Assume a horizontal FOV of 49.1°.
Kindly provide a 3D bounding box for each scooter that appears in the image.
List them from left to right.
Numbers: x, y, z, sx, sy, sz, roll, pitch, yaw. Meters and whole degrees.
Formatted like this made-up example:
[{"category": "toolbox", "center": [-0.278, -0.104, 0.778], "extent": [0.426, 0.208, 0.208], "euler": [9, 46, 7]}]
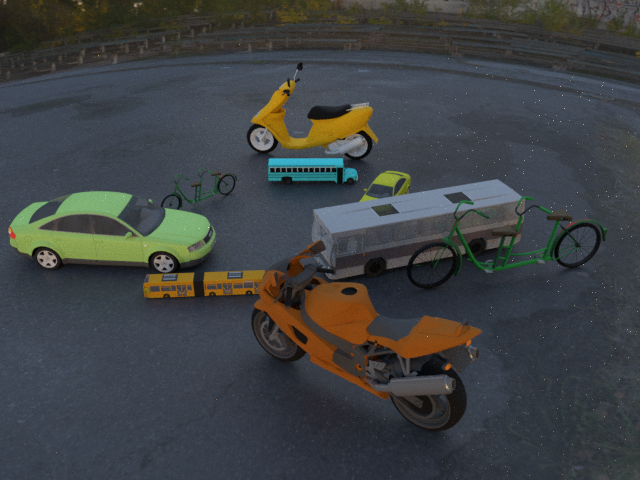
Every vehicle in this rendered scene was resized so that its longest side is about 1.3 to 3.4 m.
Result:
[{"category": "scooter", "center": [-0.177, -2.511, 14.058], "extent": [2.721, 1.786, 1.288], "euler": [5, 30, 8]}]

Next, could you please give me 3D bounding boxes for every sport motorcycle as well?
[{"category": "sport motorcycle", "center": [0.372, 1.093, 7.949], "extent": [2.955, 1.596, 0.983], "euler": [19, 35, 30]}]

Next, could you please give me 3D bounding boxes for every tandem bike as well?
[{"category": "tandem bike", "center": [-2.132, -0.936, 12.417], "extent": [1.642, 0.682, 0.283], "euler": [-25, 38, -37]}, {"category": "tandem bike", "center": [2.781, -0.014, 10.155], "extent": [3.192, 1.326, 0.550], "euler": [-7, 31, -13]}]

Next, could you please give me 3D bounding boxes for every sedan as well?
[{"category": "sedan", "center": [-3.198, -0.194, 10.860], "extent": [3.137, 0.940, 1.235], "euler": [2, 30, 4]}, {"category": "sedan", "center": [1.152, -0.842, 12.452], "extent": [0.635, 0.483, 1.613], "euler": [12, 32, 20]}]

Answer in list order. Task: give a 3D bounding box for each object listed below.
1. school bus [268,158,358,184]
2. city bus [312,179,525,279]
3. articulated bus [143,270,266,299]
[{"category": "school bus", "center": [-0.133, -1.317, 13.332], "extent": [1.708, 0.434, 0.365], "euler": [0, 30, 0]}, {"category": "city bus", "center": [1.533, -0.162, 10.849], "extent": [3.255, 0.894, 0.926], "euler": [-10, 31, -17]}, {"category": "articulated bus", "center": [-1.631, 0.635, 10.066], "extent": [1.749, 0.289, 0.311], "euler": [-2, 30, -4]}]
